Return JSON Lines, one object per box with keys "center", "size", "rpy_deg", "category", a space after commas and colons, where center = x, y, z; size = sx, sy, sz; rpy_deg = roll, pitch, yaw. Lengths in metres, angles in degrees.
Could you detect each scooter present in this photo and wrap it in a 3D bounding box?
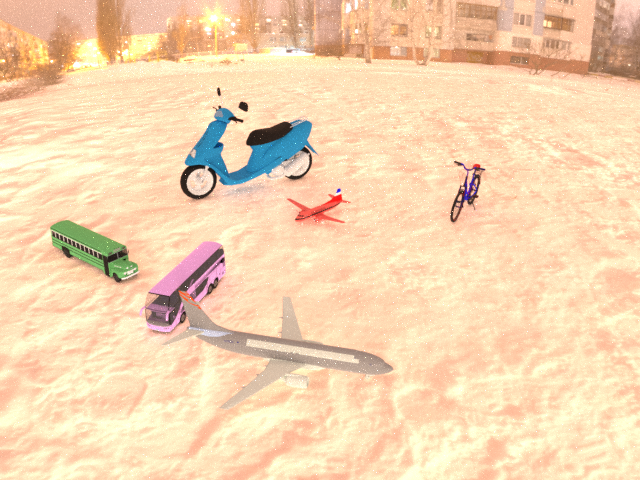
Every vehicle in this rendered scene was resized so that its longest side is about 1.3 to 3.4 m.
{"center": [-1.254, -1.770, 12.581], "size": [2.721, 1.786, 1.288], "rpy_deg": [-14, 30, -26], "category": "scooter"}

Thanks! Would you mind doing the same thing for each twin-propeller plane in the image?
{"center": [-0.010, -0.550, 11.670], "size": [1.095, 0.407, 1.370], "rpy_deg": [-23, 34, -38], "category": "twin-propeller plane"}

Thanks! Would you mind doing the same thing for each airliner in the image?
{"center": [-0.422, 1.081, 7.889], "size": [2.541, 0.835, 2.257], "rpy_deg": [6, 27, 12], "category": "airliner"}

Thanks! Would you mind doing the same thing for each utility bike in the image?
{"center": [2.526, -0.890, 11.750], "size": [0.535, 0.946, 1.435], "rpy_deg": [14, 30, 26], "category": "utility bike"}

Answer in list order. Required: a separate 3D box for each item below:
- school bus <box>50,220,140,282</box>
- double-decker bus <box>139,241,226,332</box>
{"center": [-3.298, 0.147, 10.230], "size": [1.708, 0.434, 0.365], "rpy_deg": [20, 32, 34], "category": "school bus"}
{"center": [-1.749, 0.600, 9.193], "size": [0.389, 0.541, 1.672], "rpy_deg": [9, 28, 17], "category": "double-decker bus"}
